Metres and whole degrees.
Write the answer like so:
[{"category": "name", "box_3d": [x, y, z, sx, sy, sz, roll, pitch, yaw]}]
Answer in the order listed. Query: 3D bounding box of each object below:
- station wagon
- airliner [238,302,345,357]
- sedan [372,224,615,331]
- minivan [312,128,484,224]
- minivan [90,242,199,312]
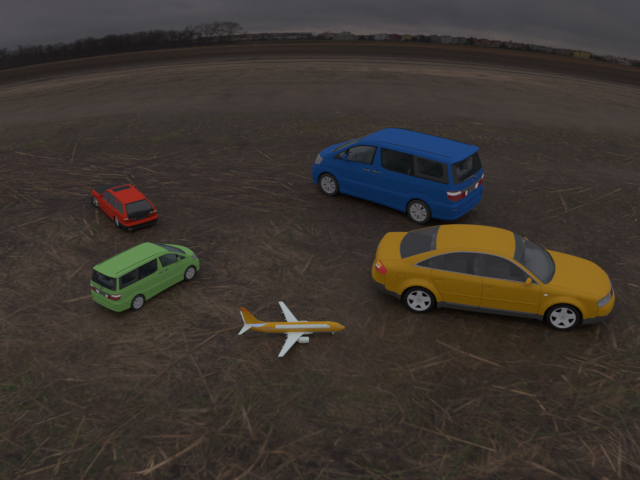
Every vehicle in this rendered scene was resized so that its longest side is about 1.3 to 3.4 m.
[{"category": "station wagon", "box_3d": [-3.297, -0.660, 11.684, 0.682, 0.473, 1.597, -19, 34, -32]}, {"category": "airliner", "box_3d": [-0.343, 0.999, 8.642, 1.307, 0.429, 1.161, -1, 28, -2]}, {"category": "sedan", "box_3d": [2.262, 0.378, 9.259, 3.137, 0.940, 1.235, 6, 29, 12]}, {"category": "minivan", "box_3d": [1.256, -1.242, 12.002, 3.011, 1.197, 1.324, 20, 34, 32]}, {"category": "minivan", "box_3d": [-2.355, 0.401, 9.558, 0.681, 0.616, 1.548, 19, 34, 32]}]
